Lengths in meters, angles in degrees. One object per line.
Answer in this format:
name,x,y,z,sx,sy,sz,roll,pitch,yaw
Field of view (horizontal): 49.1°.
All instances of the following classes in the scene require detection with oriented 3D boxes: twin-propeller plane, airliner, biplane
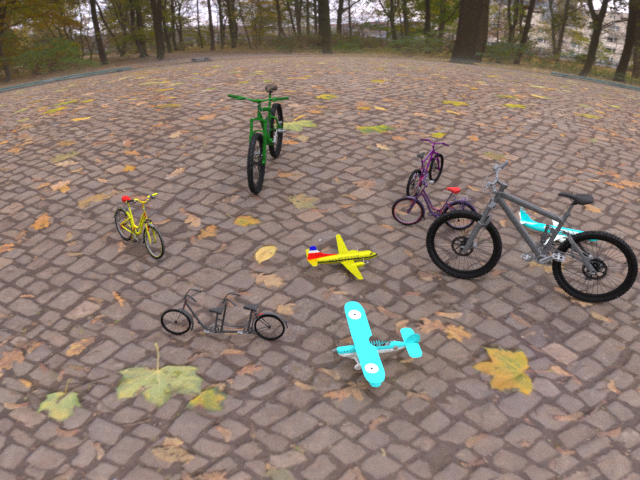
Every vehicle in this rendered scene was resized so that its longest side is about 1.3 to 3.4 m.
twin-propeller plane,0.339,0.219,10.455,1.095,0.407,1.370,-6,29,-11
airliner,3.826,-0.235,11.258,1.307,0.429,1.161,12,31,20
biplane,0.676,1.297,8.390,1.090,0.504,1.336,-5,29,-9

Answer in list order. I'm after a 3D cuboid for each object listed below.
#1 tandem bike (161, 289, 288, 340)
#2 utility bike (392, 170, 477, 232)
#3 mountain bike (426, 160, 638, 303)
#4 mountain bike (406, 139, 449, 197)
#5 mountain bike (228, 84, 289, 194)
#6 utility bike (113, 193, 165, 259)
tandem bike,-1.222,0.956,8.826,1.642,0.682,0.283,3,29,5
utility bike,1.883,-0.585,11.359,1.435,0.946,0.535,5,29,9
mountain bike,2.882,-0.046,9.607,2.857,1.688,1.114,10,30,18
mountain bike,1.939,-1.305,12.752,0.573,0.868,1.469,17,33,29
mountain bike,-1.027,-2.069,13.293,1.114,1.688,2.857,4,29,7
utility bike,-2.805,-0.314,10.866,0.535,0.946,1.435,-26,38,-38
